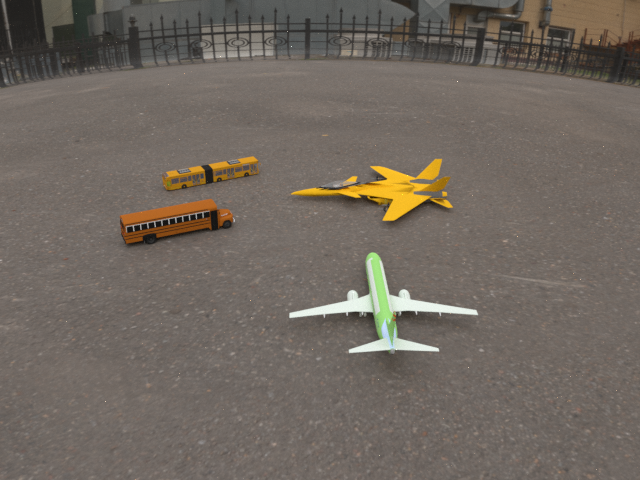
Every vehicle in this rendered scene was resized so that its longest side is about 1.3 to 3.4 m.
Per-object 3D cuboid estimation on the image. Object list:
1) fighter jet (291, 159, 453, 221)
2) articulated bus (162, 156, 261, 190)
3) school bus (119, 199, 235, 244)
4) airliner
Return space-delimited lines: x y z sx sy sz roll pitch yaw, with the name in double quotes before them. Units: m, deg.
"fighter jet" 0.826 -0.943 11.740 2.640 0.557 2.229 -1 28 -1
"articulated bus" -1.923 -1.194 12.499 1.749 0.289 0.311 -14 31 -24
"school bus" -2.149 -0.295 10.653 1.708 0.434 0.365 -12 30 -22
"airliner" 0.755 0.589 8.564 2.257 0.835 2.541 -1 28 -1
